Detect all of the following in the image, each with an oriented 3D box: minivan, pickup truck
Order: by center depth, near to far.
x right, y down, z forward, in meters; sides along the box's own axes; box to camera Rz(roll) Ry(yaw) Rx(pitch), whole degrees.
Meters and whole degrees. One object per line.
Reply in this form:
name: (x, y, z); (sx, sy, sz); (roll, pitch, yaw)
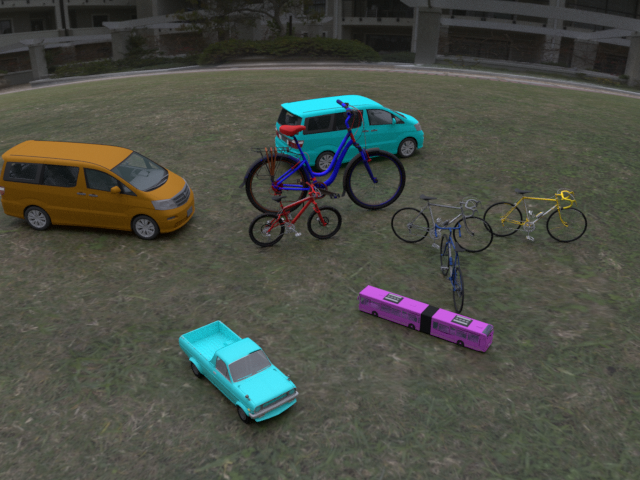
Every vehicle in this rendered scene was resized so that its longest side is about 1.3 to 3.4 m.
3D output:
pickup truck: (-0.926, 1.362, 7.673); (0.640, 0.511, 1.603); (-20, 33, -34)
minivan: (-3.552, -0.859, 11.256); (3.011, 1.197, 1.324); (5, 28, 9)
minivan: (0.639, -2.218, 13.911); (3.011, 1.197, 1.324); (-13, 30, -23)

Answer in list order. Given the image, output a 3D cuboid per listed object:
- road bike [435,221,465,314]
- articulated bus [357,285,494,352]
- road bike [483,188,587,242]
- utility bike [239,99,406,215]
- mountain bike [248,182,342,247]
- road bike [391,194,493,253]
road bike: (1.764, 0.314, 9.345); (0.358, 0.852, 1.545); (-1, 27, -1)
articulated bus: (1.276, 0.959, 8.702); (1.749, 0.289, 0.311); (17, 31, 29)
road bike: (3.300, -0.388, 10.716); (1.545, 0.852, 0.358); (5, 28, 11)
utility bike: (0.042, -1.341, 11.493); (2.791, 1.839, 1.039); (-4, 27, -7)
mountain bike: (-0.365, -0.347, 10.617); (1.469, 0.868, 0.573); (-8, 28, -14)
road bike: (1.822, -0.266, 10.478); (1.545, 0.852, 0.358); (9, 28, 17)
